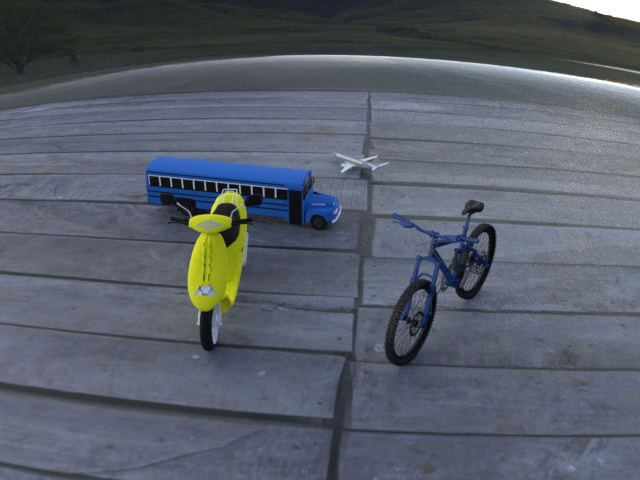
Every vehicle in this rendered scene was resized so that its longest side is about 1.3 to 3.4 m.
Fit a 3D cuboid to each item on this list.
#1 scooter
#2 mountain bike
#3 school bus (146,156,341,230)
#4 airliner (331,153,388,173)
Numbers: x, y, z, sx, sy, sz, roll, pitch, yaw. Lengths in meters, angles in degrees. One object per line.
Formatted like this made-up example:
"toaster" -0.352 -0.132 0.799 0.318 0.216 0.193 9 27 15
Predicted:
"scooter" -1.343 0.060 9.337 1.288 1.786 2.721 1 29 2
"mountain bike" 1.619 0.379 8.863 1.114 1.688 2.857 20 34 31
"school bus" -1.290 -0.826 11.913 3.322 0.844 0.709 7 30 12
"airliner" 0.698 -1.628 13.792 1.307 0.429 1.161 25 37 37
